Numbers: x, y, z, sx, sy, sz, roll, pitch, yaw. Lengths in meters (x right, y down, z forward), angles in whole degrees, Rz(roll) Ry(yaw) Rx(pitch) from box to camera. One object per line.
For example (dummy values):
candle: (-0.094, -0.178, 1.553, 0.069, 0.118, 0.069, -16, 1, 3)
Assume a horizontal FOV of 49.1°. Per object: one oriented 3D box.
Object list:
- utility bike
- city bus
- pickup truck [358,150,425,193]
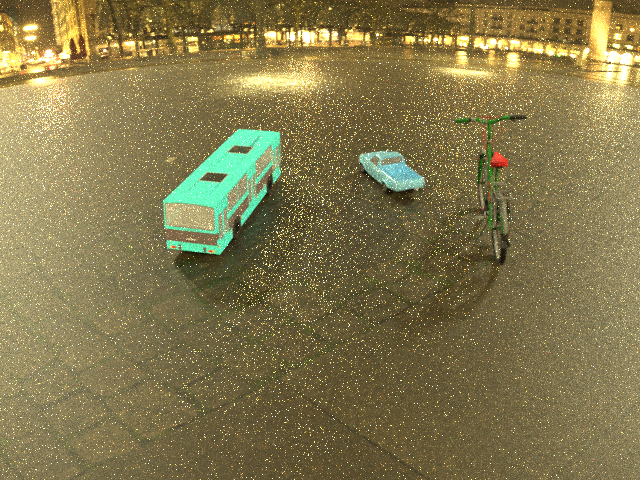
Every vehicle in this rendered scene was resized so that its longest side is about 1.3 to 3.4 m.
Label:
utility bike: (2.479, -0.878, 10.387, 1.039, 1.839, 2.791, 2, 28, 4)
city bus: (-1.457, -0.837, 11.326, 0.926, 0.894, 3.255, 6, 28, 12)
pickup truck: (1.262, -1.280, 12.582, 0.640, 0.511, 1.603, -10, 29, -19)
